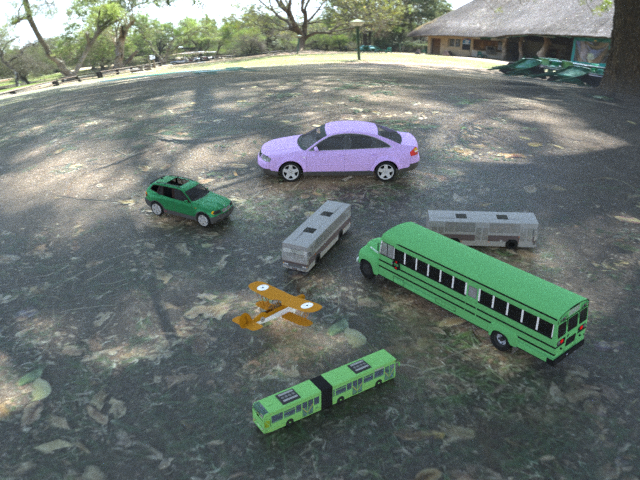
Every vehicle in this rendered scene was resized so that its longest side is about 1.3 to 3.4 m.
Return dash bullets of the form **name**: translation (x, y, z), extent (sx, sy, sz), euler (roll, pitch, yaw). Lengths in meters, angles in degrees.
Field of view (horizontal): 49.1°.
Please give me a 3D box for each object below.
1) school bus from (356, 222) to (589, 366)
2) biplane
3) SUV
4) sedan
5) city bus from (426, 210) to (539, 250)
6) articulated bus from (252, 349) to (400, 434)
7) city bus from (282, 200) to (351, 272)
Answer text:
- **school bus**: translation (1.804, 0.544, 9.134), extent (0.709, 0.844, 3.322), euler (-22, 34, -36)
- **biplane**: translation (-0.582, 0.888, 8.837), extent (1.090, 0.504, 1.336), euler (-22, 35, -37)
- **SUV**: translation (-2.225, -0.697, 11.844), extent (1.572, 0.580, 0.656), euler (13, 30, 24)
- **sedan**: translation (0.354, -1.774, 13.552), extent (3.137, 0.940, 1.235), euler (-1, 27, -1)
- **city bus**: translation (2.505, -0.157, 10.923), extent (1.674, 0.460, 0.476), euler (2, 27, 3)
- **articulated bus**: translation (0.092, 1.627, 7.631), extent (1.749, 0.289, 0.311), euler (-17, 32, -29)
- **city bus**: translation (-0.028, -0.069, 10.751), extent (0.476, 0.460, 1.674), euler (12, 29, 21)
